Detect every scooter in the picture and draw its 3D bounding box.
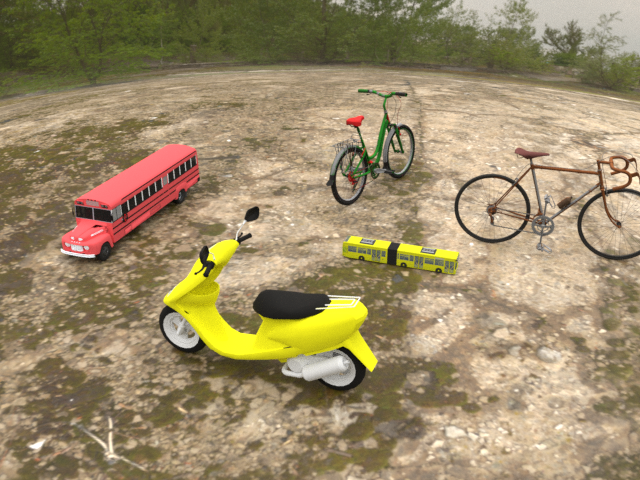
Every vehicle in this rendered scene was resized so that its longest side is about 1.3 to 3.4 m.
[{"bbox_3d":[-0.669,0.710,7.769,2.721,1.786,1.288,10,28,19],"label":"scooter"}]

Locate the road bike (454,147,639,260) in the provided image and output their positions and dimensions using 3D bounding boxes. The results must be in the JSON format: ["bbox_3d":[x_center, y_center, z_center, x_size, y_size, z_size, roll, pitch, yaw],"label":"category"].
[{"bbox_3d":[3.549,-0.576,10.514,3.004,1.656,0.697,8,27,16],"label":"road bike"}]

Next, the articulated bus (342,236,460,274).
[{"bbox_3d":[1.200,0.219,10.449,1.749,0.289,0.311,9,28,17],"label":"articulated bus"}]

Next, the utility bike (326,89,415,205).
[{"bbox_3d":[0.910,-1.779,12.738,1.039,1.839,2.791,19,32,34],"label":"utility bike"}]

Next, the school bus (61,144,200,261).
[{"bbox_3d":[-3.087,-0.697,11.673,0.709,0.844,3.322,9,28,17],"label":"school bus"}]
